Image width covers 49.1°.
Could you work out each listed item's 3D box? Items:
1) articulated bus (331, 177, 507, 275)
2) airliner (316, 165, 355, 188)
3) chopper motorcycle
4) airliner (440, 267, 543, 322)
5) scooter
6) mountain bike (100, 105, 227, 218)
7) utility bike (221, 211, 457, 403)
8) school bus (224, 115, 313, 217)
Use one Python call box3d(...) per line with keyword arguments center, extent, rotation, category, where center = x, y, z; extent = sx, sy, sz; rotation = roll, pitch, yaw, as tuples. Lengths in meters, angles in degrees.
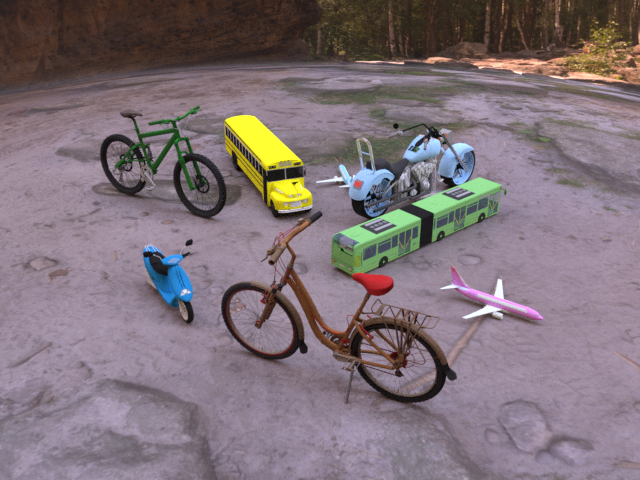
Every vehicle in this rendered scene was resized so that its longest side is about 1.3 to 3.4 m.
box3d(center=(1.589, -0.267, 10.748), extent=(3.401, 0.561, 0.605), rotation=(-21, 34, -36), category="articulated bus")
box3d(center=(0.483, -1.233, 12.800), extent=(1.161, 0.429, 1.307), rotation=(-4, 27, -7), category="airliner")
box3d(center=(1.654, -1.308, 11.787), extent=(3.040, 1.480, 0.906), rotation=(-23, 35, -37), category="chopper motorcycle")
box3d(center=(2.237, 0.705, 8.977), extent=(1.307, 0.429, 1.161), rotation=(17, 32, 31), category="airliner")
box3d(center=(-1.969, 0.417, 9.005), extent=(0.662, 0.919, 1.399), rotation=(-17, 32, -30), category="scooter")
box3d(center=(-2.703, -1.366, 11.671), extent=(2.857, 1.688, 1.114), rotation=(17, 31, 29), category="mountain bike")
box3d(center=(0.065, 0.787, 7.257), extent=(2.791, 1.839, 1.039), rotation=(13, 30, 24), category="utility bike")
box3d(center=(-0.985, -1.402, 12.676), extent=(0.709, 0.844, 3.322), rotation=(-10, 29, -19), category="school bus")
